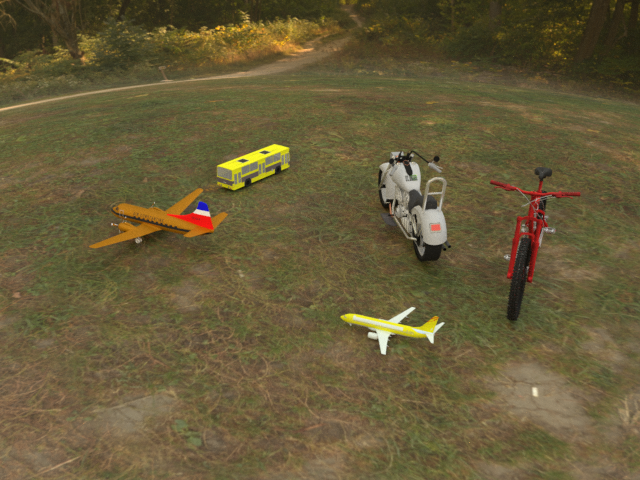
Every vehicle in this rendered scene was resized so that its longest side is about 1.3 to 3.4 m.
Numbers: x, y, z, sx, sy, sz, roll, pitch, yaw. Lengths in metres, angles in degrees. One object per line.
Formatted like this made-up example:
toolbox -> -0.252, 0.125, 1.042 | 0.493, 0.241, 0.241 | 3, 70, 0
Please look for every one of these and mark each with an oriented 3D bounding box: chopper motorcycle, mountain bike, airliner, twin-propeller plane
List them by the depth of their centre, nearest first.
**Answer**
airliner -> 0.859, 1.007, 8.766 | 1.307, 0.429, 1.161 | 11, 28, 22
mountain bike -> 2.912, -0.121, 9.649 | 1.114, 1.688, 2.857 | 10, 28, 20
twin-propeller plane -> -2.577, -0.410, 11.270 | 2.129, 0.792, 2.663 | 13, 29, 25
chopper motorcycle -> 1.423, -0.793, 11.272 | 0.906, 1.480, 3.040 | -4, 26, -8

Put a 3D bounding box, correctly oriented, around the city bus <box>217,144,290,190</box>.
city bus -> -1.280, -1.422, 13.736 | 0.476, 0.460, 1.674 | 19, 32, 33
